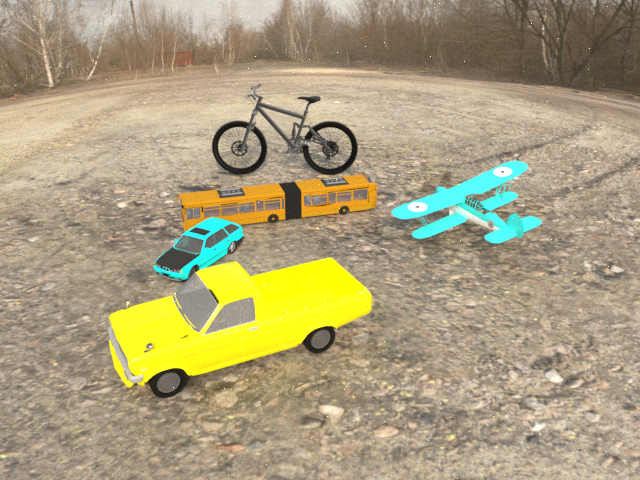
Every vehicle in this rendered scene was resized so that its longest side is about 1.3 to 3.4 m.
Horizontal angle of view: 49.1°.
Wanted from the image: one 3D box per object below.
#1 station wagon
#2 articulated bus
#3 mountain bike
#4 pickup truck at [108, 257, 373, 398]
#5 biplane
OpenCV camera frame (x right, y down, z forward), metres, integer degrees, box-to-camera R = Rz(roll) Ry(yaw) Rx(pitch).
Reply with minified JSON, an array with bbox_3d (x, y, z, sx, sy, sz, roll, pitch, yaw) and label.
[{"bbox_3d":[-1.813,0.091,10.538,0.682,0.473,1.597,14,29,26],"label":"station wagon"},{"bbox_3d":[-0.702,-0.653,11.956,3.401,0.561,0.605,-7,27,-15],"label":"articulated bus"},{"bbox_3d":[-0.688,-2.070,13.568,2.857,1.688,1.114,0,26,1],"label":"mountain bike"},{"bbox_3d":[-0.933,0.848,8.403,3.117,0.993,1.244,-13,29,-24],"label":"pickup truck"},{"bbox_3d":[2.423,-0.448,11.061,2.598,0.981,2.120,-14,29,-26],"label":"biplane"}]
